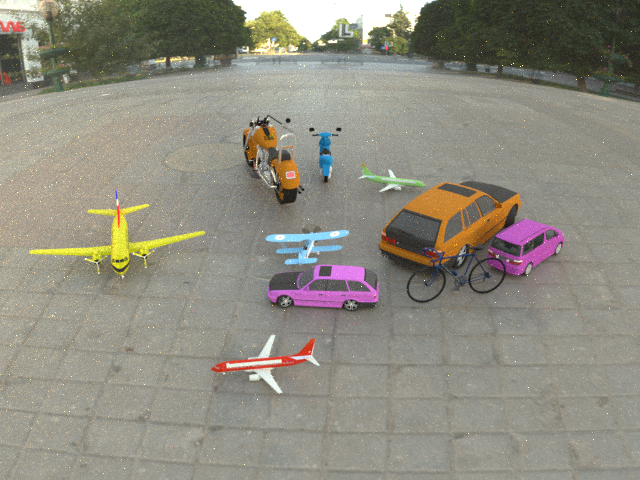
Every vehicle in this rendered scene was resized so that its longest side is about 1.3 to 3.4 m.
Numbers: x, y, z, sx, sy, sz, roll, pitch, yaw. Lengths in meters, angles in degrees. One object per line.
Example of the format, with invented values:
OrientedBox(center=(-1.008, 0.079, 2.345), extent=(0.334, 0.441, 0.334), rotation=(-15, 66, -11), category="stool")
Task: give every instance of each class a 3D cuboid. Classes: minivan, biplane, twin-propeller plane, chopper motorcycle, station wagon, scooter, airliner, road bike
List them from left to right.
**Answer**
OrientedBox(center=(-3.189, -0.104, 11.115), extent=(2.663, 0.792, 2.129), rotation=(-7, 28, -13), category="twin-propeller plane")
OrientedBox(center=(-0.680, 1.427, 8.542), extent=(1.307, 0.429, 1.161), rotation=(-3, 27, -7), category="airliner")
OrientedBox(center=(-1.014, -1.770, 13.594), extent=(0.906, 1.480, 3.040), rotation=(-10, 29, -18), category="chopper motorcycle")
OrientedBox(center=(-0.233, 0.132, 10.971), extent=(1.336, 0.504, 1.090), rotation=(5, 28, 9), category="biplane")
OrientedBox(center=(0.041, 0.641, 10.017), extent=(1.597, 0.473, 0.682), rotation=(2, 27, 4), category="station wagon")
OrientedBox(center=(0.110, -1.795, 14.253), extent=(0.662, 0.919, 1.399), rotation=(0, 27, -1), category="scooter")
OrientedBox(center=(1.423, -1.243, 13.718), extent=(1.307, 0.429, 1.161), rotation=(7, 28, 12), category="airliner")
OrientedBox(center=(2.271, -0.441, 11.627), extent=(1.327, 0.920, 3.105), rotation=(20, 33, 34), category="station wagon")
OrientedBox(center=(1.962, 0.459, 9.958), extent=(1.545, 0.852, 0.358), rotation=(-7, 28, -14), category="road bike")
OrientedBox(center=(3.287, 0.033, 11.041), extent=(0.681, 0.616, 1.548), rotation=(24, 36, 39), category="minivan")
